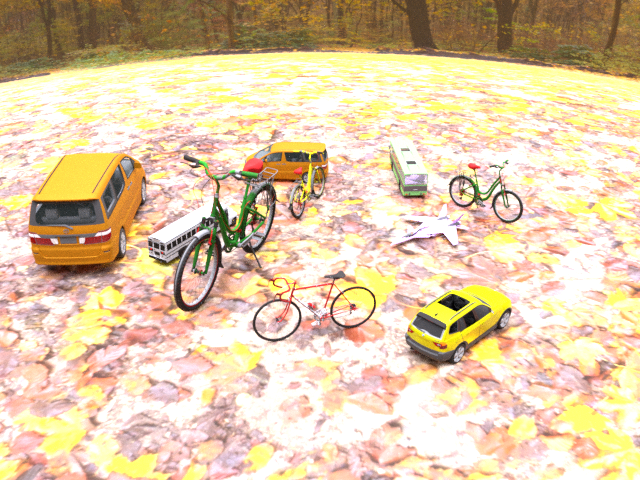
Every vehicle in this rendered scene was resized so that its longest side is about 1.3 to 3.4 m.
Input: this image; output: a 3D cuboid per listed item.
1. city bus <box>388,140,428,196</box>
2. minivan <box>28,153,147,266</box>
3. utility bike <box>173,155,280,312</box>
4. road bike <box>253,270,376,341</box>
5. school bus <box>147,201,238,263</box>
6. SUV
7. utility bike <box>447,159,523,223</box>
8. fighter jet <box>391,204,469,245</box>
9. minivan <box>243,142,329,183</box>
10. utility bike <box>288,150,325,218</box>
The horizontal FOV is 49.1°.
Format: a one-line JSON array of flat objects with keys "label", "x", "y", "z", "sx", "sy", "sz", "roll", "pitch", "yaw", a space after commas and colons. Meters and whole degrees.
[{"label": "city bus", "x": 1.573, "y": -1.298, "z": 12.593, "sx": 0.476, "sy": 0.460, "sz": 1.674, "roll": -2, "pitch": 28, "yaw": -3}, {"label": "minivan", "x": -3.458, "y": -0.689, "z": 10.684, "sx": 1.324, "sy": 1.197, "sz": 3.011, "roll": -2, "pitch": 28, "yaw": -3}, {"label": "utility bike", "x": -1.094, "y": -0.307, "z": 9.296, "sx": 1.039, "sy": 1.839, "sz": 2.791, "roll": 11, "pitch": 30, "yaw": 20}, {"label": "road bike", "x": -0.049, "y": 0.772, "z": 8.333, "sx": 1.545, "sy": 0.852, "sz": 0.358, "roll": -8, "pitch": 29, "yaw": -15}, {"label": "school bus", "x": -1.863, "y": -0.172, "z": 10.528, "sx": 0.365, "sy": 0.434, "sz": 1.708, "roll": 16, "pitch": 32, "yaw": 27}, {"label": "SUV", "x": 1.690, "y": 0.902, "z": 8.377, "sx": 0.656, "sy": 0.580, "sz": 1.572, "roll": 25, "pitch": 37, "yaw": 38}, {"label": "utility bike", "x": 2.687, "y": -0.873, "z": 11.291, "sx": 1.435, "sy": 0.946, "sz": 0.535, "roll": 25, "pitch": 37, "yaw": 38}, {"label": "fighter jet", "x": 1.599, "y": -0.189, "z": 10.716, "sx": 1.358, "sy": 0.286, "sz": 1.147, "roll": -19, "pitch": 34, "yaw": -31}, {"label": "minivan", "x": -0.620, "y": -1.430, "z": 12.673, "sx": 1.548, "sy": 0.616, "sz": 0.681, "roll": 2, "pitch": 28, "yaw": 4}, {"label": "utility bike", "x": -0.254, "y": -0.976, "z": 11.482, "sx": 0.535, "sy": 0.946, "sz": 1.435, "roll": 11, "pitch": 30, "yaw": 20}]
